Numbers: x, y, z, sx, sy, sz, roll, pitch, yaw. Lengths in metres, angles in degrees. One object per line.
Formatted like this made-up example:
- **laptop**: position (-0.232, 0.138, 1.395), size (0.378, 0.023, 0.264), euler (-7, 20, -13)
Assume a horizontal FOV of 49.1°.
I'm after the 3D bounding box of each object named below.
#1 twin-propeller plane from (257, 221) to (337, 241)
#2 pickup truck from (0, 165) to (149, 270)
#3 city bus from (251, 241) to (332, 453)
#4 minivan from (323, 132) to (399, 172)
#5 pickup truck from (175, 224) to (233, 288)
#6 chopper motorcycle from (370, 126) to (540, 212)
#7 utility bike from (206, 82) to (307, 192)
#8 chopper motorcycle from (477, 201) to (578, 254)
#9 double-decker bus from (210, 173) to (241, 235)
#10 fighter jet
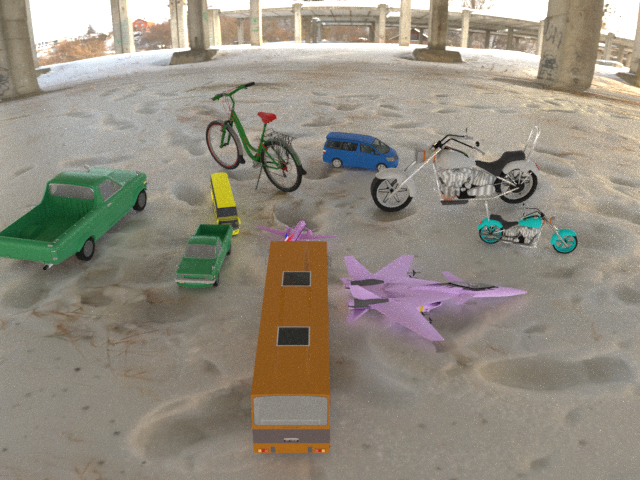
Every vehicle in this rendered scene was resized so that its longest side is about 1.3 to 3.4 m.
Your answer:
- **twin-propeller plane**: position (-0.409, -0.124, 11.404), size (1.370, 0.407, 1.095), euler (7, 29, 13)
- **pickup truck**: position (-4.003, -0.535, 11.554), size (1.244, 0.993, 3.117), euler (6, 29, 12)
- **city bus**: position (-0.292, 1.159, 8.475), size (0.926, 0.894, 3.255), euler (0, 28, 0)
- **minivan**: position (0.845, -1.812, 14.354), size (1.548, 0.616, 0.681), euler (8, 29, 15)
- **pickup truck**: position (-1.756, 0.171, 10.740), size (0.640, 0.511, 1.603), euler (2, 28, 4)
- **chopper motorcycle**: position (2.425, -1.256, 12.389), size (3.040, 1.480, 0.906), euler (-2, 28, -5)
- **utility bike**: position (-1.363, -1.935, 13.283), size (2.791, 1.839, 1.039), euler (23, 36, 36)
- **chopper motorcycle**: position (3.323, -0.205, 11.180), size (1.563, 0.761, 0.466), euler (6, 29, 12)
- **double-decker bus**: position (-1.676, -0.627, 12.206), size (0.389, 0.541, 1.672), euler (-6, 29, -11)
- **fighter jet**: position (1.638, 0.629, 9.829), size (2.640, 0.557, 2.229), euler (-2, 28, -3)
